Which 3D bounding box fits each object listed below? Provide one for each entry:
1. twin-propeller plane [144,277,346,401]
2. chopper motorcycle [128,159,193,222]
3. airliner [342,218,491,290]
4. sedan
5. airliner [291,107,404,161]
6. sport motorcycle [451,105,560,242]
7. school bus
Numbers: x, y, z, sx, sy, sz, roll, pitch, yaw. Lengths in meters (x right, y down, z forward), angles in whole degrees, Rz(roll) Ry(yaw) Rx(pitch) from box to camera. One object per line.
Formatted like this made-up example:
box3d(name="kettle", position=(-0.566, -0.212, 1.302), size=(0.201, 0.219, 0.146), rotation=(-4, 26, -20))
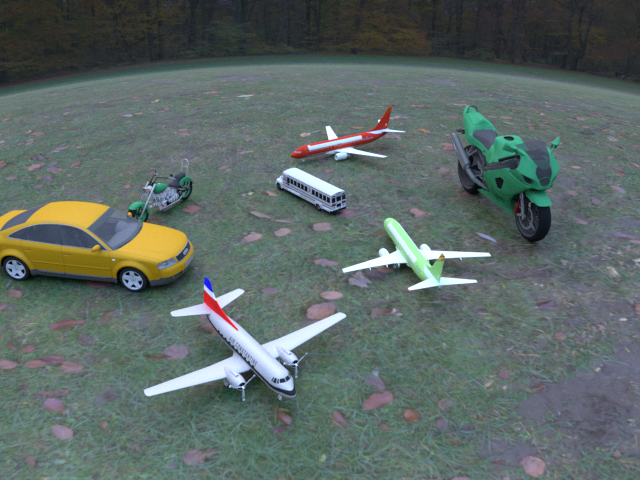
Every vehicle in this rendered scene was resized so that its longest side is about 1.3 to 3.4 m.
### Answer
box3d(name="twin-propeller plane", position=(-0.890, 1.164, 8.251), size=(2.663, 0.792, 2.129), rotation=(-18, 32, -31))
box3d(name="chopper motorcycle", position=(-2.760, -0.837, 12.144), size=(0.466, 0.761, 1.563), rotation=(15, 31, 27))
box3d(name="airliner", position=(1.368, 0.034, 10.383), size=(2.257, 0.835, 2.541), rotation=(-6, 28, -11))
box3d(name="sedan", position=(-3.430, -0.003, 10.342), size=(3.137, 0.940, 1.235), rotation=(5, 28, 9))
box3d(name="airliner", position=(0.497, -2.213, 14.720), size=(2.541, 0.835, 2.257), rotation=(-15, 31, -27))
box3d(name="sport motorcycle", position=(3.111, -1.191, 11.920), size=(0.983, 1.596, 2.955), rotation=(-7, 28, -14))
box3d(name="school bus", position=(-0.203, -0.926, 12.672), size=(0.365, 0.434, 1.708), rotation=(-20, 34, -34))
